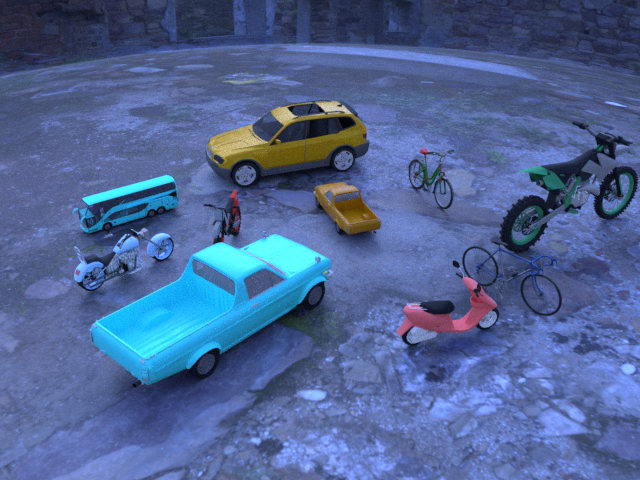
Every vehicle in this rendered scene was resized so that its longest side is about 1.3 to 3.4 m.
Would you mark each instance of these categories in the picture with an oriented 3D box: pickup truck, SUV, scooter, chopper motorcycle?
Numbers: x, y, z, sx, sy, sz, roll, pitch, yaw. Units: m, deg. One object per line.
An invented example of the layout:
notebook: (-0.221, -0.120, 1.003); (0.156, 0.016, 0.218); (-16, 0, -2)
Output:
pickup truck: (-1.230, 0.695, 8.704); (1.244, 0.993, 3.117); (24, 38, 36)
pickup truck: (0.422, -0.564, 11.367); (0.640, 0.511, 1.603); (-10, 32, -17)
SUV: (-0.598, -1.874, 13.017); (3.058, 1.128, 1.276); (-11, 32, -18)
scooter: (1.610, 0.819, 8.564); (1.399, 0.919, 0.662); (-10, 31, -16)
chopper motorcycle: (-2.743, 0.166, 9.851); (0.466, 0.761, 1.563); (25, 38, 36)

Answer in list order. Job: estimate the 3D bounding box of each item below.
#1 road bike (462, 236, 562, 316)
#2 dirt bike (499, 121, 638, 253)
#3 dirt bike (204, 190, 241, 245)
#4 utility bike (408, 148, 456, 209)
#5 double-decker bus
road bike: (2.536, 0.426, 9.310); (0.358, 0.852, 1.545); (-25, 38, -36)
dirt bike: (3.902, -0.825, 10.663); (2.903, 1.666, 1.024); (-16, 34, -26)
dirt bike: (-1.392, -0.214, 10.414); (0.527, 0.857, 1.493); (4, 30, 7)
utility bike: (1.931, -1.169, 11.979); (0.535, 0.946, 1.435); (-13, 32, -21)
double-decker bus: (-3.124, -0.579, 11.361); (1.672, 0.541, 0.389); (-20, 36, -31)
